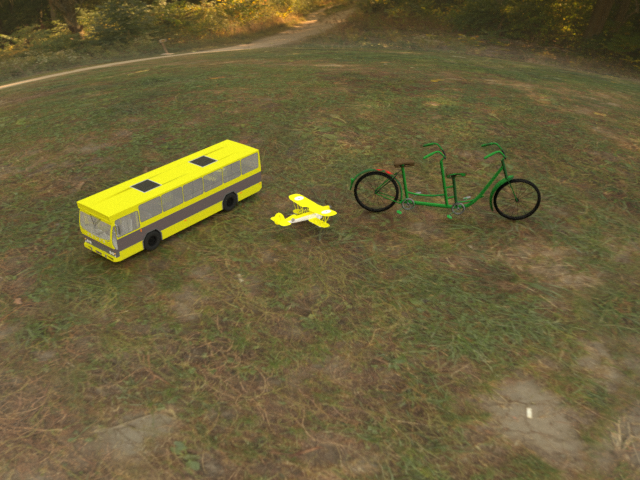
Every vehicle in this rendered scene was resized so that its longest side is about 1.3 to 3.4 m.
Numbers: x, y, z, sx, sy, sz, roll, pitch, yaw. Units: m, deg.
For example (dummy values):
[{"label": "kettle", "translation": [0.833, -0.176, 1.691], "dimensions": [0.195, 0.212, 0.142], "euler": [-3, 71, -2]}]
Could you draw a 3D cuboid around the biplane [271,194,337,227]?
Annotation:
[{"label": "biplane", "translation": [-0.275, -0.416, 11.530], "dimensions": [1.090, 0.504, 1.336], "euler": [-17, 34, -27]}]

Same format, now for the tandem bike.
[{"label": "tandem bike", "translation": [2.090, -0.987, 11.697], "dimensions": [3.192, 1.326, 0.550], "euler": [4, 30, 7]}]

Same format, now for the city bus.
[{"label": "city bus", "translation": [-2.367, -0.700, 11.632], "dimensions": [0.926, 0.894, 3.255], "euler": [22, 36, 33]}]
